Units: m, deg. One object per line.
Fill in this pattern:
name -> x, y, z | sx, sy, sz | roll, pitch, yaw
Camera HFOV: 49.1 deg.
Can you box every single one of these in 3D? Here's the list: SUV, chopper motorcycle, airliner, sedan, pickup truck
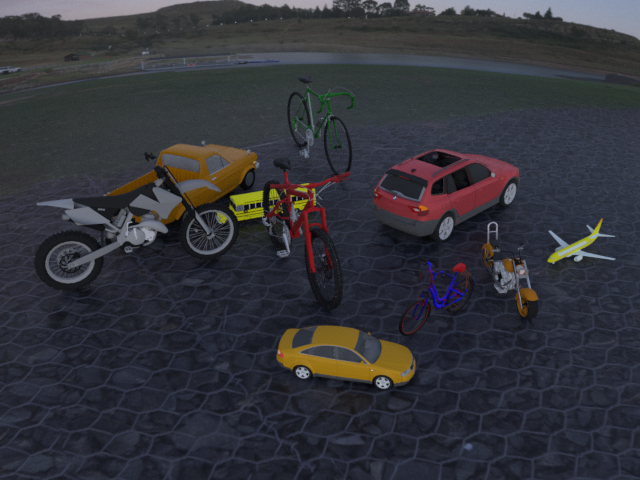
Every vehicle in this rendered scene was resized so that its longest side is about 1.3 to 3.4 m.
SUV -> 2.176, -0.952, 11.738 | 1.276, 1.128, 3.058 | 25, 36, 39
chopper motorcycle -> 2.588, 0.398, 9.548 | 0.466, 0.761, 1.563 | -5, 28, -9
airliner -> 3.884, 0.027, 10.617 | 1.307, 0.429, 1.161 | -19, 33, -32
sedan -> 0.301, 1.304, 8.113 | 1.613, 0.483, 0.635 | 6, 28, 10
pickup truck -> -2.314, -1.054, 12.079 | 1.244, 0.993, 3.117 | 14, 31, 24

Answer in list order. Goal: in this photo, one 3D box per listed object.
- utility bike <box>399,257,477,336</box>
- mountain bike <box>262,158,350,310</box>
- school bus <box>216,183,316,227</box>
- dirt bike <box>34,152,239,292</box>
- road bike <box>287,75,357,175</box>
utility bike -> 1.561, 0.671, 8.825 | 1.435, 0.946, 0.535 | -21, 34, -34
mountain bike -> -0.313, -0.260, 9.808 | 1.114, 1.688, 2.857 | -11, 30, -20
school bus -> -0.913, -0.599, 11.810 | 1.708, 0.434, 0.365 | -11, 30, -20
dirt bike -> -2.537, -0.255, 9.820 | 2.903, 1.666, 1.024 | -12, 30, -23
road bike -> -0.060, -2.366, 13.875 | 0.696, 1.656, 3.004 | -12, 30, -22
